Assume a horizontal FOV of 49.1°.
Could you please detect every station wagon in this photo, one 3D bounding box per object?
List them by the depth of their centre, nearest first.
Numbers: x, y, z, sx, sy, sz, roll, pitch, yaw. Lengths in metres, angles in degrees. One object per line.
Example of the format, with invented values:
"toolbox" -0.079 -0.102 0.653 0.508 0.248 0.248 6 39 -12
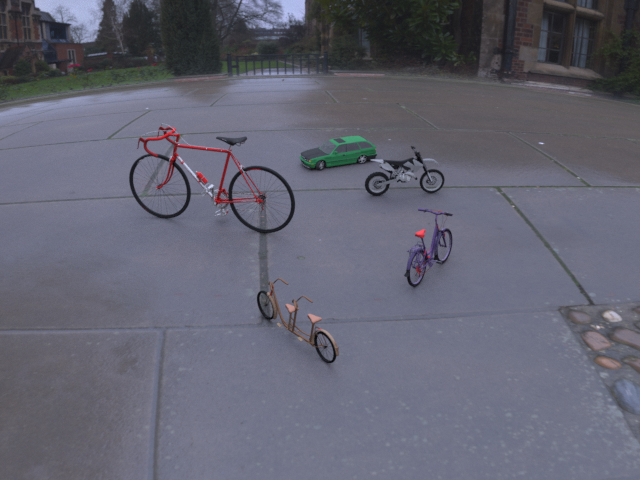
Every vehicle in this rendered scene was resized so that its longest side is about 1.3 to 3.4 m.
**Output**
"station wagon" 0.368 -1.827 14.457 1.597 0.473 0.682 -11 28 -22

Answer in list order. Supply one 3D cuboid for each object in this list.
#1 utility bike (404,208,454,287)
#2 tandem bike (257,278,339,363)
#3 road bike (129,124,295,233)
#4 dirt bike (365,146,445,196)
"utility bike" 1.543 0.055 10.065 0.535 0.946 1.435 17 31 31
"tandem bike" -0.309 0.933 8.567 0.283 0.682 1.642 -20 32 -34
"road bike" -1.820 -0.994 11.403 3.004 1.656 0.697 8 27 17
"dirt bike" 1.561 -1.233 12.804 1.493 0.857 0.527 -3 26 -6
